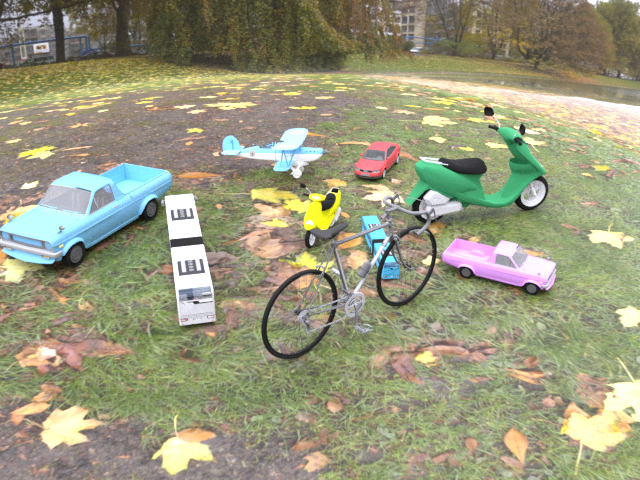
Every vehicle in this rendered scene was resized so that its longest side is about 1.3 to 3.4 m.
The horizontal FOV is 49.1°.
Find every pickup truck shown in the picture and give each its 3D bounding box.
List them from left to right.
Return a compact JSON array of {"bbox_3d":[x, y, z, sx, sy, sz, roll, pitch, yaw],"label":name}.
[{"bbox_3d":[-3.746,-0.594,11.528,1.244,0.993,3.117,11,28,21],"label":"pickup truck"},{"bbox_3d":[2.619,0.308,10.240,1.603,0.511,0.640,14,30,27],"label":"pickup truck"}]

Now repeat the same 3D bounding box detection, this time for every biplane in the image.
[{"bbox_3d":[-0.875,-1.753,13.897,2.120,0.981,2.598,2,26,4],"label":"biplane"}]

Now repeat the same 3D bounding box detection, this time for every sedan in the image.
[{"bbox_3d":[1.186,-1.687,14.328,0.635,0.483,1.613,10,28,20],"label":"sedan"}]

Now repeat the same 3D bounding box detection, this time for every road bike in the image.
[{"bbox_3d":[0.475,0.400,8.755,3.004,1.656,0.696,-21,33,-36],"label":"road bike"}]

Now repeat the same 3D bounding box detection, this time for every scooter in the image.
[{"bbox_3d":[0.046,-0.515,11.451,0.662,0.919,1.399,10,28,20],"label":"scooter"},{"bbox_3d":[2.763,-1.218,11.898,2.721,1.786,1.288,-8,27,-15],"label":"scooter"}]

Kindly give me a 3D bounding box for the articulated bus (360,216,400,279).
[{"bbox_3d":[0.929,0.087,10.941,0.311,0.289,1.749,-3,26,-6],"label":"articulated bus"}]

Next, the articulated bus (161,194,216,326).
[{"bbox_3d":[-1.980,0.171,10.462,0.605,0.561,3.401,-6,27,-12],"label":"articulated bus"}]
